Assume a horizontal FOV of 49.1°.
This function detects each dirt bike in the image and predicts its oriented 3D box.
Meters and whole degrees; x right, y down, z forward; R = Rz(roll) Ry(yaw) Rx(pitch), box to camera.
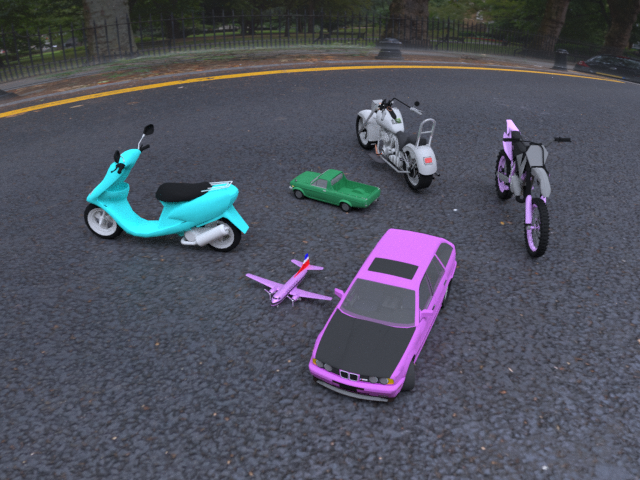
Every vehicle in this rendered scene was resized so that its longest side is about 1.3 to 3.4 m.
[{"bbox_3d":[3.301,-0.999,11.333,1.024,1.666,2.903,0,30,0],"label":"dirt bike"}]

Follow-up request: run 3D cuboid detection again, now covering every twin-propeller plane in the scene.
[{"bbox_3d":[-0.403,0.580,9.848,1.370,0.407,1.095,14,33,23],"label":"twin-propeller plane"}]

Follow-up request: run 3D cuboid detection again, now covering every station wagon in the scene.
[{"bbox_3d":[0.896,0.773,8.996,1.327,0.920,3.105,12,32,19],"label":"station wagon"}]

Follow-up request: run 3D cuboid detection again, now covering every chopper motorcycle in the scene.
[{"bbox_3d":[1.390,-2.054,13.357,0.906,1.480,3.040,-10,31,-17],"label":"chopper motorcycle"}]

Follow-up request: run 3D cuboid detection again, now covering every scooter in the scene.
[{"bbox_3d":[-2.438,-0.700,10.692,2.721,1.786,1.288,6,30,10],"label":"scooter"}]

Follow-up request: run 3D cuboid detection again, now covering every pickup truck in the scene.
[{"bbox_3d":[0.252,-0.928,12.369,1.603,0.511,0.640,17,34,26],"label":"pickup truck"}]
